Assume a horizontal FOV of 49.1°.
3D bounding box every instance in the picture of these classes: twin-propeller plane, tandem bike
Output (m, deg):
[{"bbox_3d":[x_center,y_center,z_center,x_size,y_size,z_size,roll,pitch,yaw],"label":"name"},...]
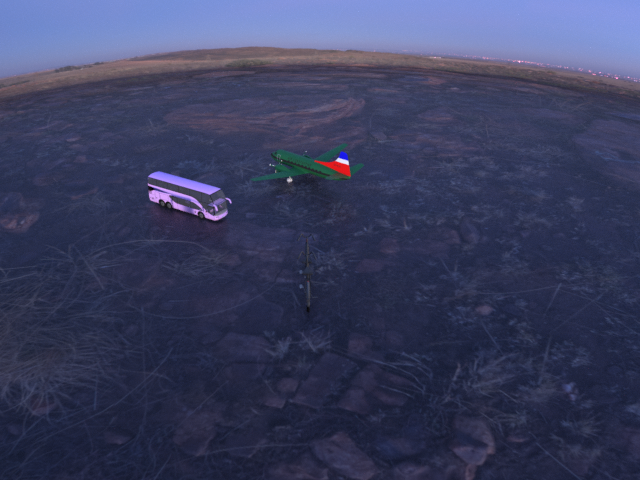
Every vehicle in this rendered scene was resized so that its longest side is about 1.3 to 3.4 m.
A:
[{"bbox_3d":[-0.215,-1.543,13.593,2.129,0.792,2.663,23,35,37],"label":"twin-propeller plane"},{"bbox_3d":[-0.183,0.391,10.003,0.283,0.682,1.642,-1,28,-1],"label":"tandem bike"}]

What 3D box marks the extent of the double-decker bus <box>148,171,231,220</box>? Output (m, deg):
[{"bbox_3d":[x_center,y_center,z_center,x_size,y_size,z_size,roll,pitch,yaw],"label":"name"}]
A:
[{"bbox_3d":[-2.338,-0.774,12.389,1.672,0.541,0.389,17,32,29],"label":"double-decker bus"}]
